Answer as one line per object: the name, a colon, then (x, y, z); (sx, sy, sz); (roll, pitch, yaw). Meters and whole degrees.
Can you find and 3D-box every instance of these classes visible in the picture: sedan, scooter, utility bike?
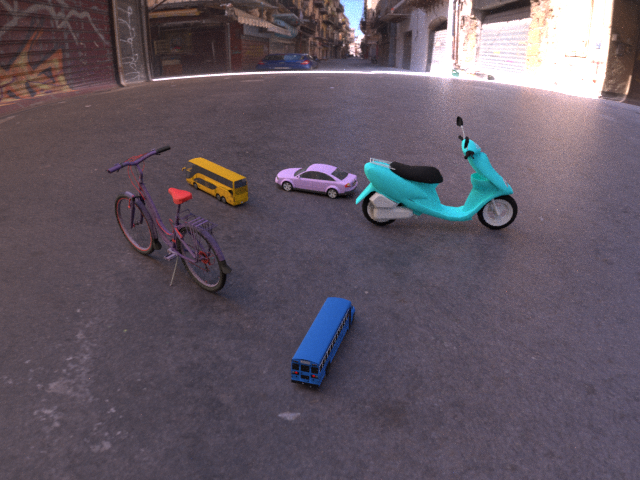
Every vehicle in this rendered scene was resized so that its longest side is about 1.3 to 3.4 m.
sedan: (-0.080, -1.187, 13.390); (1.613, 0.483, 0.635); (10, 29, 19)
scooter: (1.970, -1.024, 11.625); (2.721, 1.786, 1.288); (2, 27, 4)
utility bike: (-2.313, -0.295, 10.123); (2.791, 1.839, 1.039); (23, 35, 38)

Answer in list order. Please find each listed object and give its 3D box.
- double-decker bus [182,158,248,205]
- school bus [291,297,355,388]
double-decker bus: (-1.980, -1.125, 13.204); (0.389, 0.541, 1.672); (-23, 34, -37)
school bus: (0.080, 1.191, 8.742); (0.365, 0.434, 1.708); (8, 28, 15)
